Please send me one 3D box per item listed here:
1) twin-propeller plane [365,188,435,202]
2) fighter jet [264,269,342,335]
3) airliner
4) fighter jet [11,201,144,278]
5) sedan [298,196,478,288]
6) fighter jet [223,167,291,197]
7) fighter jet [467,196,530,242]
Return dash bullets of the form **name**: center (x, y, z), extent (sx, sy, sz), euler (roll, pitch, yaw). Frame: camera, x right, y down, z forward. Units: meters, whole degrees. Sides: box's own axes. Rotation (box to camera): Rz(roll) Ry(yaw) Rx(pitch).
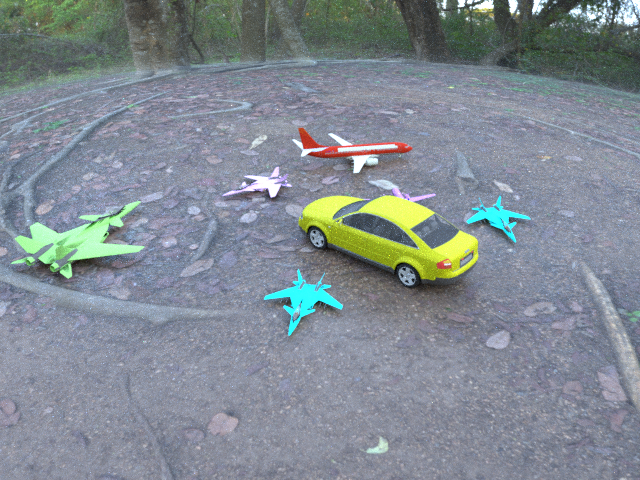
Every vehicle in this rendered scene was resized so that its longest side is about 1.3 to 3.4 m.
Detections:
- **twin-propeller plane**: center (1.489, -0.772, 12.835), extent (1.370, 0.407, 1.095), euler (-5, 29, -9)
- **fighter jet**: center (-0.267, 0.887, 9.942), extent (1.147, 0.286, 1.358), euler (6, 29, 11)
- **airliner**: center (0.750, -2.045, 14.705), extent (2.541, 0.835, 2.257), euler (-6, 29, -11)
- **fighter jet**: center (-3.826, -0.270, 11.766), extent (2.229, 0.557, 2.640), euler (11, 31, 20)
- **sedan**: center (1.011, -0.180, 11.206), extent (3.137, 0.940, 1.235), euler (22, 36, 35)
- **fighter jet**: center (-1.272, -1.083, 13.526), extent (1.358, 0.286, 1.147), euler (-17, 33, -27)
- **fighter jet**: center (3.164, -0.360, 12.211), extent (1.147, 0.286, 1.358), euler (-4, 29, -7)
